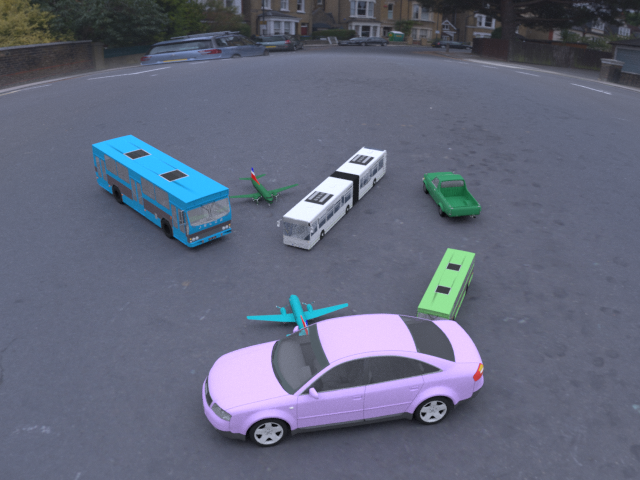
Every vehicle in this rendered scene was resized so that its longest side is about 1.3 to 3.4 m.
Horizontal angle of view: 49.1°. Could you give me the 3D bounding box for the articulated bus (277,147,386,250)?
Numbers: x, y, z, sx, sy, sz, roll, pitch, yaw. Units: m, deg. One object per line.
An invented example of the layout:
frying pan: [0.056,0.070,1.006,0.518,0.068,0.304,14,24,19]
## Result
articulated bus: [0.334,-0.820,12.245,0.605,0.561,3.401,13,32,22]

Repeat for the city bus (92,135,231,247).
city bus: [-2.775,-0.877,12.005,0.926,0.894,3.255,-23,36,-35]

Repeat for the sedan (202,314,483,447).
sedan: [0.259,1.427,7.791,3.137,0.940,1.235,-5,29,-10]

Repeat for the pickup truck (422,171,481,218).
pickup truck: [2.306,-0.852,12.355,0.640,0.511,1.603,-4,29,-8]

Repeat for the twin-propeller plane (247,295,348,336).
twin-propeller plane: [-0.267,0.961,9.184,1.370,0.407,1.095,-6,30,-11]

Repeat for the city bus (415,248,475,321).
city bus: [1.734,0.719,9.566,0.476,0.460,1.674,11,31,19]

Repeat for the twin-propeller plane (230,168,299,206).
twin-propeller plane: [-1.063,-0.955,12.648,1.370,0.407,1.095,-12,31,-21]
